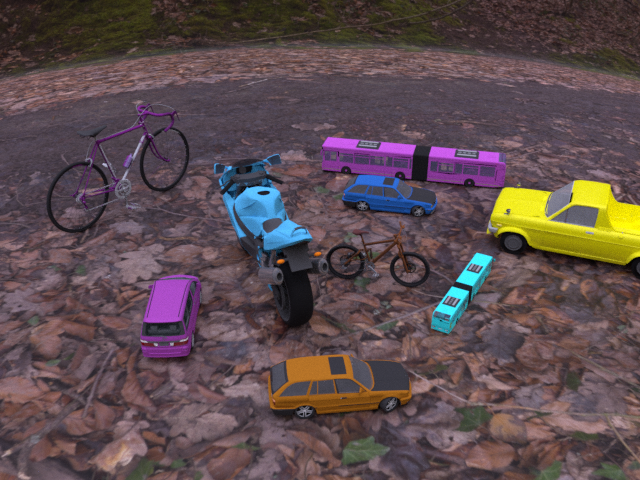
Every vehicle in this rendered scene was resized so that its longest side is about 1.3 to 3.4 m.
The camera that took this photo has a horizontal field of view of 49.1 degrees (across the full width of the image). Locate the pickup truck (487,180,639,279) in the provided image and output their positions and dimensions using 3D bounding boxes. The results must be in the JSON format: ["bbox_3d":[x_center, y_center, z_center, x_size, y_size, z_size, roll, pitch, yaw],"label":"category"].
[{"bbox_3d":[4.134,-0.269,10.475,3.117,0.993,1.244,12,32,19],"label":"pickup truck"}]

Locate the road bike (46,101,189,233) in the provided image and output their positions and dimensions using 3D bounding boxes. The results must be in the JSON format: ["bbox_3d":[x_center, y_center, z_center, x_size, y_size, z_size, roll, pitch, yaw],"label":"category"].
[{"bbox_3d":[-3.254,-1.255,11.533,0.696,1.656,3.004,19,35,30],"label":"road bike"}]

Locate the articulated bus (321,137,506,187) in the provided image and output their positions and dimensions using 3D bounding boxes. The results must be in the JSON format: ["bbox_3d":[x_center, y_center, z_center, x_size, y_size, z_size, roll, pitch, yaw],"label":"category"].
[{"bbox_3d":[1.689,-1.446,12.969,3.401,0.561,0.605,7,31,12],"label":"articulated bus"}]

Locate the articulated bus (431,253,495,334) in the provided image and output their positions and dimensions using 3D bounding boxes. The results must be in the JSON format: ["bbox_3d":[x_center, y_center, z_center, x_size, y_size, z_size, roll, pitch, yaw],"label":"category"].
[{"bbox_3d":[1.955,0.690,9.508,0.311,0.289,1.749,16,33,25],"label":"articulated bus"}]

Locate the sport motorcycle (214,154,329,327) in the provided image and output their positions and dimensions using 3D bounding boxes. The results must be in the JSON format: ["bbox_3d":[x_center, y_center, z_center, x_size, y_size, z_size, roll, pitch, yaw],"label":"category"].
[{"bbox_3d":[-0.726,-0.088,9.551,0.983,1.596,2.955,-11,32,-19],"label":"sport motorcycle"}]

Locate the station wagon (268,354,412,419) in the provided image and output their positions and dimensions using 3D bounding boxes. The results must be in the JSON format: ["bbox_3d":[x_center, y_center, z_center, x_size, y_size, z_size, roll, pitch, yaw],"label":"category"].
[{"bbox_3d":[0.224,1.571,7.781,1.597,0.473,0.682,-3,30,-5],"label":"station wagon"}]

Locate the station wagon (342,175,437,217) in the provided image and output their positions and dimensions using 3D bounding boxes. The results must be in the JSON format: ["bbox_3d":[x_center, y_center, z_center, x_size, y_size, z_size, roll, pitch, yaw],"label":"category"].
[{"bbox_3d":[1.197,-0.785,11.901,1.597,0.473,0.682,7,30,12],"label":"station wagon"}]

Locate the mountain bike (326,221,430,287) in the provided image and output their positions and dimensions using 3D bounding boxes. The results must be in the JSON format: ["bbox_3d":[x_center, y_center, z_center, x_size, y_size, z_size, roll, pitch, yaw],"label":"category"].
[{"bbox_3d":[0.803,0.225,9.738,1.469,0.868,0.573,7,30,11],"label":"mountain bike"}]

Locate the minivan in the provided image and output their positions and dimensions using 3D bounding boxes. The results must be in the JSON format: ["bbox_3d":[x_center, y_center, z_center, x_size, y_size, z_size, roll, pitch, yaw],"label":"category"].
[{"bbox_3d":[-1.872,0.851,8.897,0.681,0.616,1.548,-1,30,-2],"label":"minivan"}]
